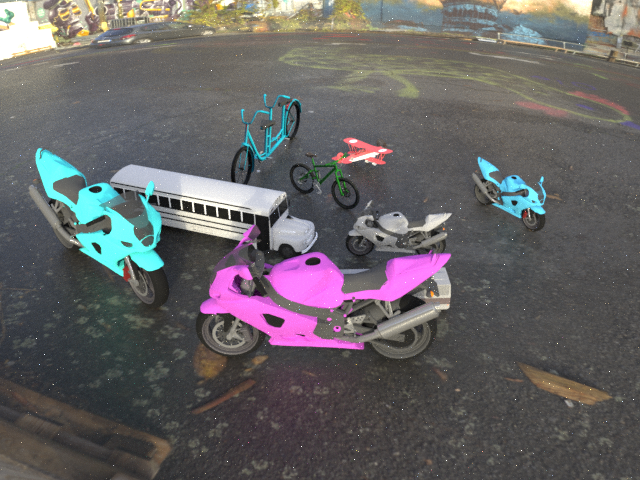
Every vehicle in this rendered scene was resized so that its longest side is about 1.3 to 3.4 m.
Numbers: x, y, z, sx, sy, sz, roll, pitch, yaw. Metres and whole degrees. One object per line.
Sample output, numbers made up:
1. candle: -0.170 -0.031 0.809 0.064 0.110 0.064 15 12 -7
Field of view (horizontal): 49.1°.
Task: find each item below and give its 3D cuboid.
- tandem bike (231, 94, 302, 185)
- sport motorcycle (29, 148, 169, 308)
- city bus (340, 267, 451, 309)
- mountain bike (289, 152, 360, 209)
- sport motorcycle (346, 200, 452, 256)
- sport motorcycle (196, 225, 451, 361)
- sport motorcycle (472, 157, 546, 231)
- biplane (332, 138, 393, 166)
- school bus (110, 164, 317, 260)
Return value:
1. tandem bike: -0.946 -2.062 13.008 0.550 1.326 3.192 11 33 17
2. sport motorcycle: -3.060 -0.202 9.744 2.955 1.596 0.983 27 41 37
3. city bus: 0.882 0.683 9.393 1.674 0.460 0.476 -1 32 -2
4. mountain bike: 0.058 -1.048 11.804 1.469 0.868 0.573 22 38 31
5. sport motorcycle: 1.140 -0.103 10.319 1.520 0.821 0.506 2 32 3
6. sport motorcycle: -0.015 0.745 8.212 2.955 1.596 0.983 0 32 1
7. sport motorcycle: 3.080 -0.751 11.368 0.506 0.821 1.520 -19 37 -28
8. biplane: 0.745 -1.587 13.021 1.090 0.504 1.336 -20 37 -29
9. school bus: -1.656 -0.469 10.890 3.322 0.844 0.709 11 33 18
